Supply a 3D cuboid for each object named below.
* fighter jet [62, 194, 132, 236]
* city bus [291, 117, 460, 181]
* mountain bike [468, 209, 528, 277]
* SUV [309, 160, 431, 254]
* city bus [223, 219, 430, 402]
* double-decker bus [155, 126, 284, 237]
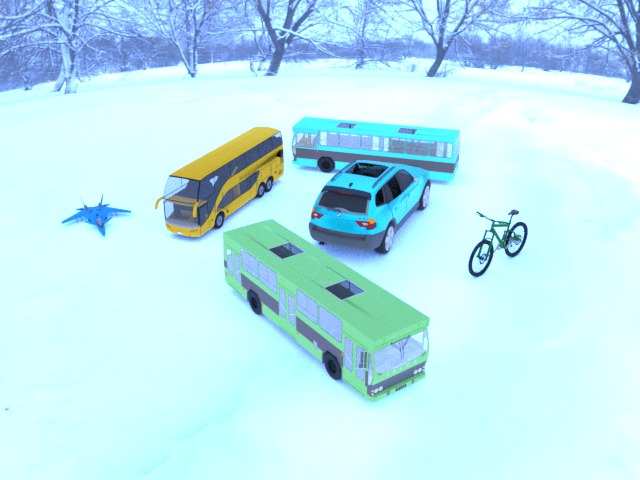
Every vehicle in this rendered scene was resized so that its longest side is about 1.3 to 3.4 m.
[{"bbox_3d":[-3.737,-0.408,11.755,1.147,0.286,1.358,-11,28,-21],"label":"fighter jet"},{"bbox_3d":[1.094,-1.789,13.917,3.255,0.894,0.926,8,27,16],"label":"city bus"},{"bbox_3d":[2.643,-0.012,10.267,1.469,0.868,0.573,-22,34,-38],"label":"mountain bike"},{"bbox_3d":[0.899,-0.767,11.531,1.276,1.128,3.058,11,28,22],"label":"SUV"},{"bbox_3d":[-0.068,0.759,8.640,0.926,0.894,3.255,-17,31,-32],"label":"city bus"},{"bbox_3d":[-1.614,-1.062,12.229,0.756,1.052,3.251,11,28,21],"label":"double-decker bus"}]
